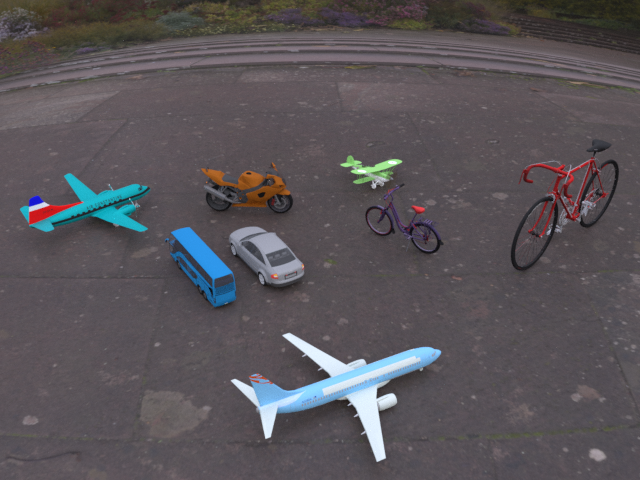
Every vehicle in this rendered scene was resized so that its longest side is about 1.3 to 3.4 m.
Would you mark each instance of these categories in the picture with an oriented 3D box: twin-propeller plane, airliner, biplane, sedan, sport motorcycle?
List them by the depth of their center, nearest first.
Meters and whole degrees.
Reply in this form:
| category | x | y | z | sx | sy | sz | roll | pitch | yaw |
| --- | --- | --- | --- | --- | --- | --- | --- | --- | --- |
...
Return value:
| category | x | y | z | sx | sy | sz | roll | pitch | yaw |
| --- | --- | --- | --- | --- | --- | --- | --- | --- | --- |
| airliner | 0.351 | 1.472 | 7.934 | 2.541 | 0.835 | 2.257 | -15 | 35 | -23 |
| sedan | -0.826 | 0.162 | 10.423 | 0.635 | 0.483 | 1.613 | -18 | 36 | -27 |
| twin-propeller plane | -3.724 | -0.638 | 11.440 | 2.129 | 0.792 | 2.663 | -26 | 40 | -35 |
| sport motorcycle | -1.212 | -0.843 | 11.749 | 1.520 | 0.821 | 0.506 | 3 | 31 | 4 |
| biplane | 0.909 | -1.255 | 12.730 | 1.090 | 0.504 | 1.336 | 26 | 40 | 36 |

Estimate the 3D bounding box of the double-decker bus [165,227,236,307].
| category | x | y | z | sx | sy | sz | roll | pitch | yaw |
| --- | --- | --- | --- | --- | --- | --- | --- | --- | --- |
| double-decker bus | -1.728 | 0.344 | 10.068 | 0.389 | 0.541 | 1.672 | -18 | 36 | -27 |

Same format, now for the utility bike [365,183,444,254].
| category | x | y | z | sx | sy | sz | roll | pitch | yaw |
| --- | --- | --- | --- | --- | --- | --- | --- | --- | --- |
| utility bike | 1.260 | -0.307 | 10.748 | 1.435 | 0.946 | 0.535 | 23 | 38 | 32 |

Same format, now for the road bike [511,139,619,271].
| category | x | y | z | sx | sy | sz | roll | pitch | yaw |
| --- | --- | --- | --- | --- | --- | --- | --- | --- | --- |
| road bike | 3.804 | -0.624 | 10.586 | 3.004 | 1.656 | 0.697 | -26 | 40 | -35 |
